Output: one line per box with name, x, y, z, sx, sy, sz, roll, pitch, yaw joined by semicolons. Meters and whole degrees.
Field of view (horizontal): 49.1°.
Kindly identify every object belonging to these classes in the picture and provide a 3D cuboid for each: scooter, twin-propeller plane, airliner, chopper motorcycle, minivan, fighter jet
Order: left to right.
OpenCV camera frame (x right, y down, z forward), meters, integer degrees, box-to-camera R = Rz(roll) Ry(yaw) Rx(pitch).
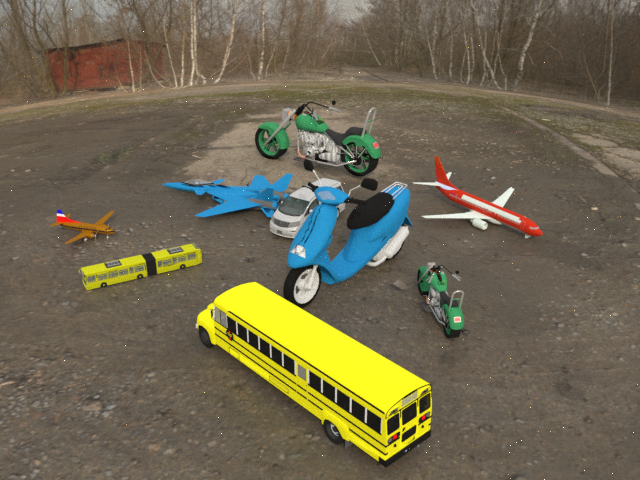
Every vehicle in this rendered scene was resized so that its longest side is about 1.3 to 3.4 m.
twin-propeller plane;-3.863;-0.259;11.516;1.095;0.407;1.370;7;26;15
fighter jet;-1.819;-0.999;12.911;2.640;0.557;2.229;10;27;21
minivan;-0.204;-0.544;11.875;0.681;0.616;1.548;17;30;32
chopper motorcycle;-0.100;-2.185;14.347;3.040;1.480;0.906;17;30;31
scooter;0.456;-0.230;9.835;1.288;1.786;2.721;21;32;38
chopper motorcycle;1.558;0.654;9.160;0.466;0.761;1.563;-4;25;-8
airliner;2.809;-0.738;12.030;2.257;0.835;2.541;-17;30;-32

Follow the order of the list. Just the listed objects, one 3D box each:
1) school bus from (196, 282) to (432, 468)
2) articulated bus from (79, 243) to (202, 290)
school bus;-0.255;1.281;7.731;0.709;0.844;3.322;-21;32;-37
articulated bus;-2.609;0.381;10.295;1.749;0.289;0.311;-13;28;-26
